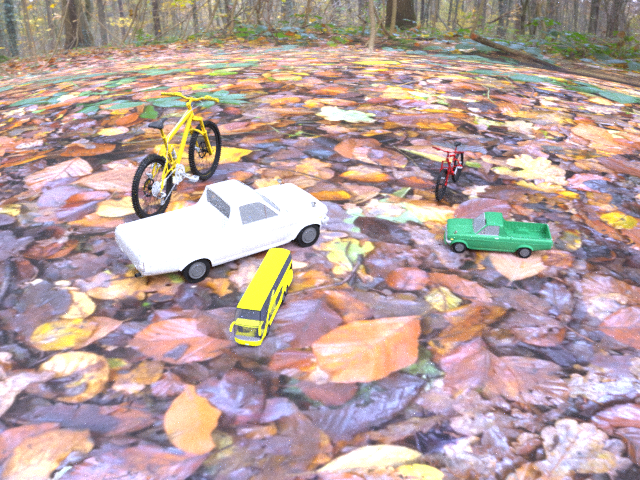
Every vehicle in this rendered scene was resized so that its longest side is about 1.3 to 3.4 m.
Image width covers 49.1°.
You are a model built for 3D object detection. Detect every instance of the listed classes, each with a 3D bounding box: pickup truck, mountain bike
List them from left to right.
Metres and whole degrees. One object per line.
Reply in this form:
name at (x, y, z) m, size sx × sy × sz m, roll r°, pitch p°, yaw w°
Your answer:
mountain bike at (-2.401, -1.503, 11.956) m, size 1.114 × 1.688 × 2.857 m, roll 10°, pitch 31°, yaw 18°
pickup truck at (-1.407, -0.266, 10.436) m, size 3.117 × 0.993 × 1.244 m, roll -18°, pitch 33°, yaw -29°
mountain bike at (2.316, -1.292, 12.422) m, size 0.573 × 0.868 × 1.469 m, roll 14°, pitch 32°, yaw 23°
pickup truck at (2.707, -0.117, 10.665) m, size 1.603 × 0.511 × 0.640 m, roll 4°, pitch 29°, yaw 8°

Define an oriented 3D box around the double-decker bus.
double-decker bus at (-0.720, 0.730, 9.101) m, size 0.389 × 0.541 × 1.672 m, roll 6°, pitch 30°, yaw 11°
